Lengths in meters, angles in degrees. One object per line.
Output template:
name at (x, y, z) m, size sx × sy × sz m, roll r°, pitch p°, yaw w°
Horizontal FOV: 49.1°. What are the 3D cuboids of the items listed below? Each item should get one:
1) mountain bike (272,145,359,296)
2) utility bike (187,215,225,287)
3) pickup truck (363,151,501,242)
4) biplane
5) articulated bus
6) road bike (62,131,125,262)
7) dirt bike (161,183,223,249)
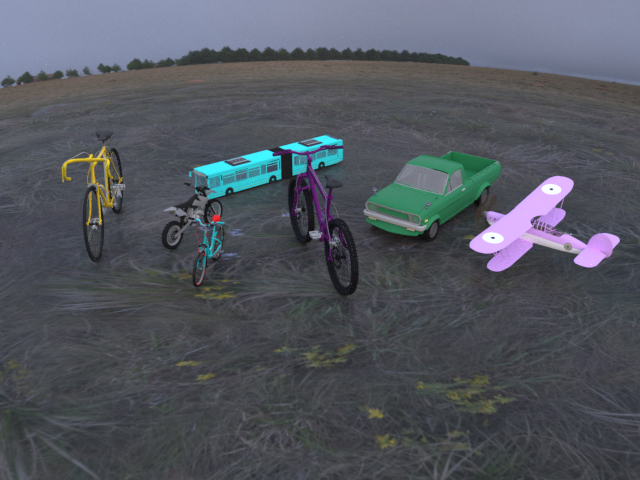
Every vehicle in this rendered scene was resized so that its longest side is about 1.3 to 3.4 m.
mountain bike at (-0.004, -0.394, 10.387) m, size 1.114 × 1.688 × 2.857 m, roll -9°, pitch 27°, yaw -18°
utility bike at (-1.592, 0.043, 10.333) m, size 0.535 × 0.946 × 1.435 m, roll 4°, pitch 26°, yaw 9°
pickup truck at (2.062, -0.958, 12.361) m, size 1.244 × 0.993 × 3.117 m, roll 18°, pitch 31°, yaw 33°
biplane at (3.330, -0.076, 10.541) m, size 2.120 × 0.981 × 2.598 m, roll 22°, pitch 34°, yaw 38°
articulated bus at (-0.960, -1.495, 13.977) m, size 3.401 × 0.561 × 0.605 m, roll -20°, pitch 32°, yaw -35°
road bike at (-3.530, -0.865, 11.404) m, size 0.697 × 1.656 × 3.004 m, roll -2°, pitch 26°, yaw -5°
dirt bike at (-2.088, -0.447, 11.455) m, size 0.527 × 0.857 × 1.493 m, roll 14°, pitch 29°, yaw 27°
